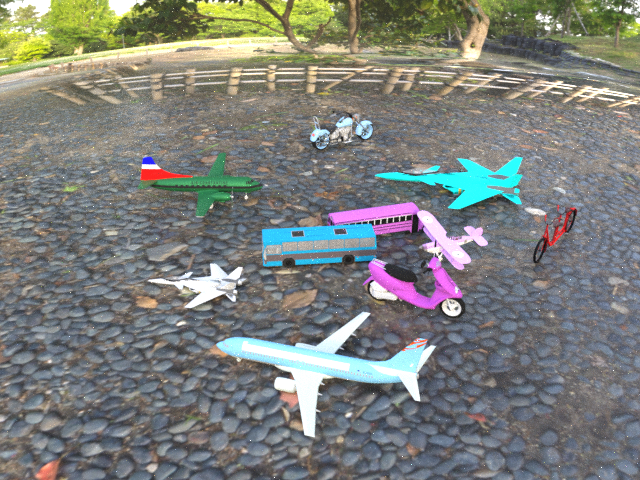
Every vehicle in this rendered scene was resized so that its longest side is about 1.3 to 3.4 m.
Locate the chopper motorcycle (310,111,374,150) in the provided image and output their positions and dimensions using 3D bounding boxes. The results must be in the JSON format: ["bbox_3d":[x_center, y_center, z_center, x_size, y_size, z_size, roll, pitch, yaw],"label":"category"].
[{"bbox_3d":[0.472,-2.314,14.430,1.563,0.761,0.466,-19,34,-31],"label":"chopper motorcycle"}]

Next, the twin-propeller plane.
[{"bbox_3d":[-2.058,-1.067,12.141,2.129,0.792,2.663,0,29,1],"label":"twin-propeller plane"}]

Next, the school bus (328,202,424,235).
[{"bbox_3d":[0.977,-0.291,11.105,1.708,0.434,0.365,-8,30,-15],"label":"school bus"}]

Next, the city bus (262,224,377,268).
[{"bbox_3d":[-0.020,0.093,10.384,1.674,0.460,0.476,-3,29,-6],"label":"city bus"}]

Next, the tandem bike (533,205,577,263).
[{"bbox_3d":[3.625,-0.199,10.684,0.283,0.682,1.642,21,35,33],"label":"tandem bike"}]

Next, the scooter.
[{"bbox_3d":[1.238,0.511,9.154,1.399,0.919,0.662,12,31,20],"label":"scooter"}]

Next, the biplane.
[{"bbox_3d":[1.963,0.038,10.437,1.090,0.504,1.336,-11,31,-19],"label":"biplane"}]

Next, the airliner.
[{"bbox_3d":[-0.030,1.236,7.927,2.541,0.835,2.257,9,30,16],"label":"airliner"}]

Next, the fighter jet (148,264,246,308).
[{"bbox_3d":[-1.759,0.552,9.733,1.358,0.286,1.147,5,29,8],"label":"fighter jet"}]

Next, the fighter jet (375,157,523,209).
[{"bbox_3d":[2.296,-1.193,12.611,2.640,0.557,2.229,7,30,12],"label":"fighter jet"}]
